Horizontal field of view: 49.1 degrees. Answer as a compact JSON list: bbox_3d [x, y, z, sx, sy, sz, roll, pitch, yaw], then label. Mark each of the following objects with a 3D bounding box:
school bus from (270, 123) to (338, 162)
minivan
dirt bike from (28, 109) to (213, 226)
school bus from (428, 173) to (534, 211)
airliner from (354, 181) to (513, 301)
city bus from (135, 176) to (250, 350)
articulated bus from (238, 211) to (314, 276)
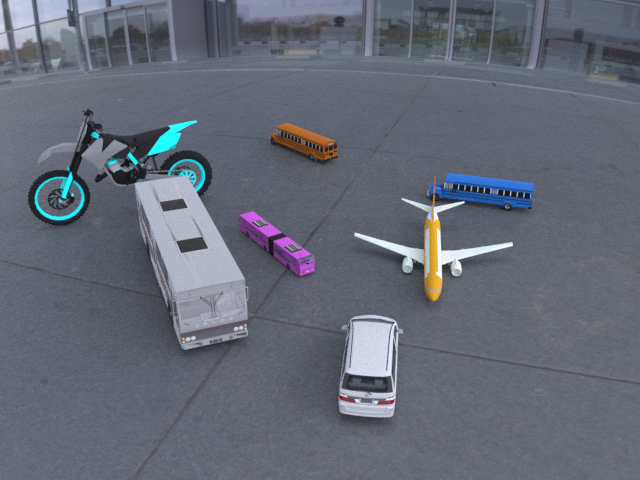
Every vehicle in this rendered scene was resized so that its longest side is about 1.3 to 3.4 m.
[{"bbox_3d":[-0.360,-1.932,13.725,0.365,0.434,1.708,-23,36,-36],"label":"school bus"},{"bbox_3d":[0.549,1.241,7.593,0.681,0.616,1.548,3,28,6],"label":"minivan"},{"bbox_3d":[-3.112,-1.170,10.991,2.903,1.666,1.024,-13,31,-23],"label":"dirt bike"},{"bbox_3d":[2.657,-0.812,11.629,1.708,0.434,0.365,9,29,16],"label":"school bus"},{"bbox_3d":[1.586,-0.043,9.764,2.257,0.835,2.541,4,28,7],"label":"airliner"},{"bbox_3d":[-1.781,0.190,9.265,0.926,0.894,3.255,-10,30,-18],"label":"city bus"},{"bbox_3d":[-0.659,0.029,10.209,0.311,0.289,1.749,-18,33,-30],"label":"articulated bus"}]
